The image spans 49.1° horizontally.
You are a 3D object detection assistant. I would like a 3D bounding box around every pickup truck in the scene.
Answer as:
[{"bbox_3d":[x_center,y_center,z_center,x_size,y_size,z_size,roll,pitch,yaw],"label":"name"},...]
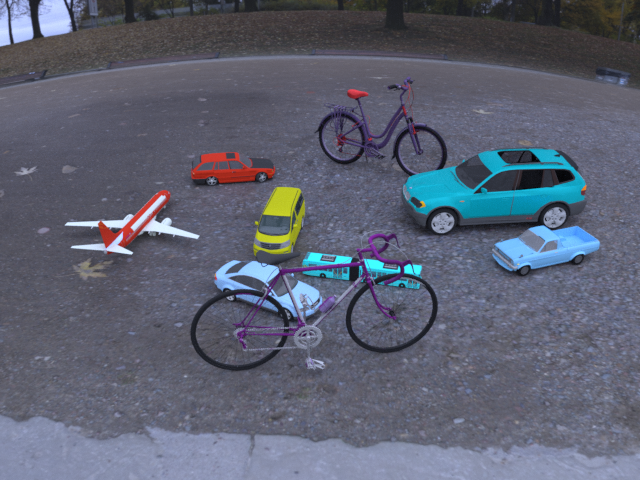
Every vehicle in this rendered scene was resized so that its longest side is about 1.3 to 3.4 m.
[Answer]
[{"bbox_3d":[3.446,0.088,10.662,1.603,0.511,0.640,-10,31,-18],"label":"pickup truck"}]

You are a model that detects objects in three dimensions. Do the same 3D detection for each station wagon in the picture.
[{"bbox_3d":[-1.657,-1.397,13.372,1.597,0.473,0.682,-5,29,-8],"label":"station wagon"}]

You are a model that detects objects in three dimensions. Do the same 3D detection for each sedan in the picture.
[{"bbox_3d":[-0.722,0.637,9.702,1.613,0.483,0.635,16,33,26],"label":"sedan"}]

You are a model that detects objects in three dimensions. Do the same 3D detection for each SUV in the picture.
[{"bbox_3d":[2.919,-0.893,11.790,3.058,1.128,1.276,-3,29,-5],"label":"SUV"}]

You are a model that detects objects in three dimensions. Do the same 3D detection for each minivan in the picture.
[{"bbox_3d":[-0.638,-0.280,11.215,0.681,0.616,1.548,4,29,8],"label":"minivan"}]

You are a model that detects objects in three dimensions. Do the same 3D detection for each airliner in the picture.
[{"bbox_3d":[-2.947,-0.451,11.297,2.257,0.835,2.541,6,30,10],"label":"airliner"}]

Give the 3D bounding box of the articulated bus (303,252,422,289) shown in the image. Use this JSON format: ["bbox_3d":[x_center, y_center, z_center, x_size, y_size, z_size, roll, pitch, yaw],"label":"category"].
[{"bbox_3d":[0.619,0.445,10.249,1.749,0.289,0.311,7,30,12],"label":"articulated bus"}]

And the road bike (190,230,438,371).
[{"bbox_3d":[-0.028,0.769,8.258,3.004,1.656,0.697,-5,30,-9],"label":"road bike"}]

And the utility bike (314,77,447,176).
[{"bbox_3d":[1.173,-2.241,13.484,2.791,1.839,1.039,14,32,24],"label":"utility bike"}]
